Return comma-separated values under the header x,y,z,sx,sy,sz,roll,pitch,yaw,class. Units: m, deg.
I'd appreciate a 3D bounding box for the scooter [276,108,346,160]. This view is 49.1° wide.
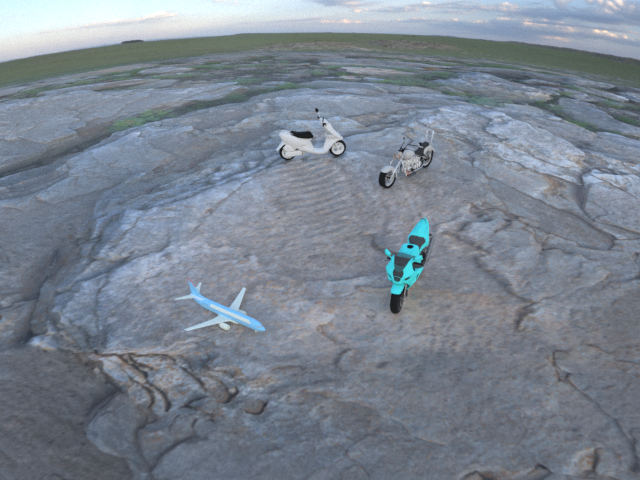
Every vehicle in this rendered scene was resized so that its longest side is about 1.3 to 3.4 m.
x,y,z,sx,sy,sz,roll,pitch,yaw,class
-0.166,-2.033,13.684,1.399,0.919,0.662,-6,30,-11,scooter

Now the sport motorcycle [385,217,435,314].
x,y,z,sx,sy,sz,roll,pitch,yaw,class
1.218,0.338,9.521,0.506,0.821,1.520,11,31,19,sport motorcycle

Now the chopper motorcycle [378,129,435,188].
x,y,z,sx,sy,sz,roll,pitch,yaw,class
1.614,-1.508,12.902,0.466,0.761,1.563,24,37,36,chopper motorcycle

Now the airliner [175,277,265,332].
x,y,z,sx,sy,sz,roll,pitch,yaw,class
-1.228,0.844,9.013,1.307,0.429,1.161,18,34,29,airliner
